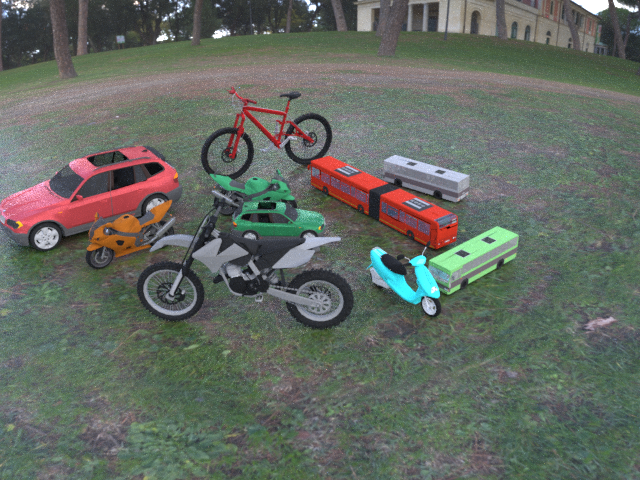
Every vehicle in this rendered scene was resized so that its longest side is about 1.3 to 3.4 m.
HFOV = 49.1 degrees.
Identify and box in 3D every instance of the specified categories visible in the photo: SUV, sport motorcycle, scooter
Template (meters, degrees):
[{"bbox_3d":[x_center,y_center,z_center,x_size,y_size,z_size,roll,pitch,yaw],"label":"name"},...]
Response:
[{"bbox_3d":[-0.687,-0.319,11.621,1.572,0.580,0.656,0,28,0],"label":"SUV"},{"bbox_3d":[-3.904,-0.815,11.966,3.058,1.128,1.276,-19,33,-31],"label":"SUV"},{"bbox_3d":[-2.959,-0.096,10.950,1.520,0.821,0.506,-21,35,-34],"label":"sport motorcycle"},{"bbox_3d":[-1.155,-0.787,12.237,1.520,0.821,0.506,3,28,6],"label":"sport motorcycle"},{"bbox_3d":[1.178,0.454,9.822,0.662,0.919,1.399,-22,35,-35],"label":"scooter"}]

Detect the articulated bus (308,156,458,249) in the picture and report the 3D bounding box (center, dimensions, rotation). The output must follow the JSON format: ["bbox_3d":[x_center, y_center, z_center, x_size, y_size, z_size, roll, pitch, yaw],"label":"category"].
[{"bbox_3d":[1.012,-0.734,12.415,0.605,0.561,3.401,-20,34,-33],"label":"articulated bus"}]

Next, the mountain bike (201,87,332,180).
[{"bbox_3d":[-1.014,-2.130,13.824,2.857,1.688,1.114,-15,31,-25],"label":"mountain bike"}]

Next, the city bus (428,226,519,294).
[{"bbox_3d":[2.325,0.306,10.583,1.674,0.460,0.476,-23,36,-36],"label":"city bus"}]

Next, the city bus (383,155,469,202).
[{"bbox_3d":[1.992,-1.161,13.317,1.674,0.460,0.476,21,35,34],"label":"city bus"}]

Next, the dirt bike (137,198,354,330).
[{"bbox_3d":[-1.004,0.414,9.106,2.903,1.666,1.024,2,28,4],"label":"dirt bike"}]
